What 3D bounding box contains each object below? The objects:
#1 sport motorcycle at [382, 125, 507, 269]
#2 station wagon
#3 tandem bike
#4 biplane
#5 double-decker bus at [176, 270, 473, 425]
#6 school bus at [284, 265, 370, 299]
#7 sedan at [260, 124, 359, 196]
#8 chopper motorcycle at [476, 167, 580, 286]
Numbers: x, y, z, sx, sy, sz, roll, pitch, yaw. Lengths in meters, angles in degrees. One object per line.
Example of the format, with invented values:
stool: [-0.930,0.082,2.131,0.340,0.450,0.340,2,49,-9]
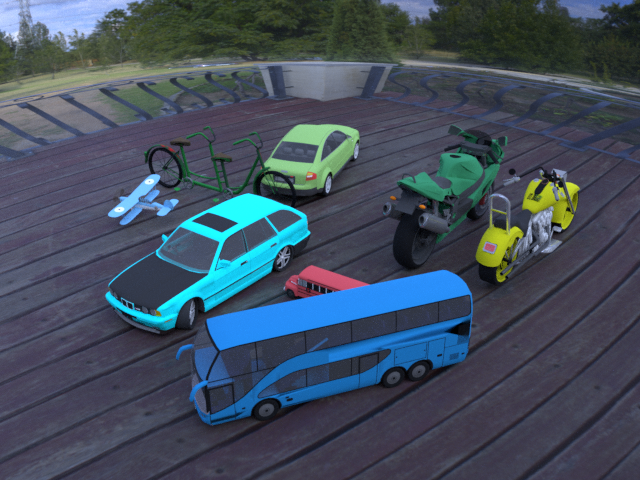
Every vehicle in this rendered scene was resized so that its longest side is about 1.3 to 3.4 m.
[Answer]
sport motorcycle: [1.965,-0.692,10.578,0.983,1.596,2.955,20,34,33]
station wagon: [-1.469,0.177,9.650,1.327,0.920,3.105,19,33,32]
tandem bike: [-1.788,-1.293,12.013,3.192,1.326,0.550,14,31,25]
biplane: [-2.895,-0.586,11.549,1.090,0.504,1.336,10,29,19]
double-decker bus: [0.117,1.152,7.653,3.251,1.052,0.756,-10,29,-18]
school bus: [0.281,0.716,9.148,1.708,0.434,0.365,17,32,29]
sedan: [-0.108,-1.693,13.188,1.235,0.940,3.137,9,29,17]
chopper motorcycle: [3.141,-0.416,10.178,0.906,1.480,3.040,21,34,34]
